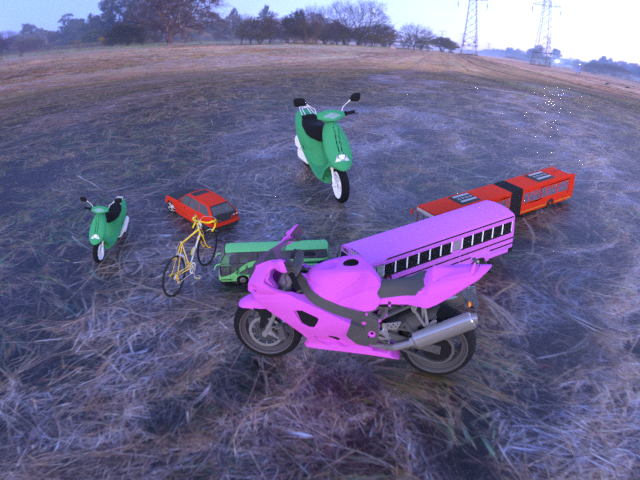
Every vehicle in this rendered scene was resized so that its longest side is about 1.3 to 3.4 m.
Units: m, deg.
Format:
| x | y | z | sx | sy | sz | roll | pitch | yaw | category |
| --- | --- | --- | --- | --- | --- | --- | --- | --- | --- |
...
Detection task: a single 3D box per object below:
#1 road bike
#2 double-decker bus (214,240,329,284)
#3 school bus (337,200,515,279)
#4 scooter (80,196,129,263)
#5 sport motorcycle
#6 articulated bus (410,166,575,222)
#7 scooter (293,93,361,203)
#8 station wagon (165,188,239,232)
| x | y | z | sx | sy | sz | roll | pitch | yaw | category |
| --- | --- | --- | --- | --- | --- | --- | --- | --- | --- |
| -1.869 | 0.193 | 10.118 | 0.358 | 0.852 | 1.545 | 10 | 29 | 18 | road bike |
| -0.698 | 0.311 | 10.227 | 1.672 | 0.541 | 0.389 | -2 | 27 | -4 | double-decker bus |
| 1.384 | 0.235 | 10.044 | 3.322 | 0.844 | 0.709 | -17 | 32 | -29 | school bus |
| -3.335 | -0.315 | 11.035 | 0.662 | 0.919 | 1.399 | 2 | 27 | 5 | scooter |
| 0.411 | 0.785 | 8.144 | 2.955 | 1.596 | 0.983 | 4 | 27 | 8 | sport motorcycle |
| 3.068 | -0.655 | 12.092 | 3.401 | 0.561 | 0.605 | -16 | 31 | -29 | articulated bus |
| 0.038 | -1.940 | 13.255 | 1.288 | 1.786 | 2.721 | -9 | 28 | -17 | scooter |
| -2.075 | -0.615 | 12.110 | 0.682 | 0.473 | 1.597 | -22 | 34 | -36 | station wagon |
